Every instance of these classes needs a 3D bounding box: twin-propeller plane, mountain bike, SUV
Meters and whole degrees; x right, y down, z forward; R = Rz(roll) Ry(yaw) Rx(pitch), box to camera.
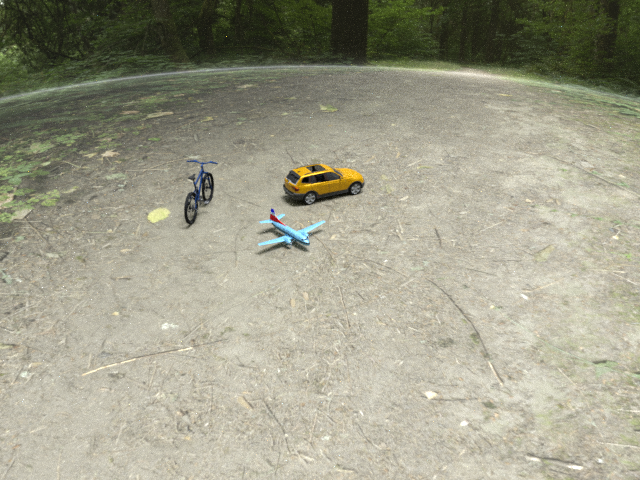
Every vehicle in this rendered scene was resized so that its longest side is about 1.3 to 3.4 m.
[{"bbox_3d":[-0.513,-0.184,11.592,1.370,0.407,1.095,-21,34,-34],"label":"twin-propeller plane"},{"bbox_3d":[-2.148,-0.897,12.460,0.573,0.868,1.469,5,28,9],"label":"mountain bike"},{"bbox_3d":[0.083,-1.130,13.218,1.572,0.580,0.656,-14,30,-24],"label":"SUV"}]
